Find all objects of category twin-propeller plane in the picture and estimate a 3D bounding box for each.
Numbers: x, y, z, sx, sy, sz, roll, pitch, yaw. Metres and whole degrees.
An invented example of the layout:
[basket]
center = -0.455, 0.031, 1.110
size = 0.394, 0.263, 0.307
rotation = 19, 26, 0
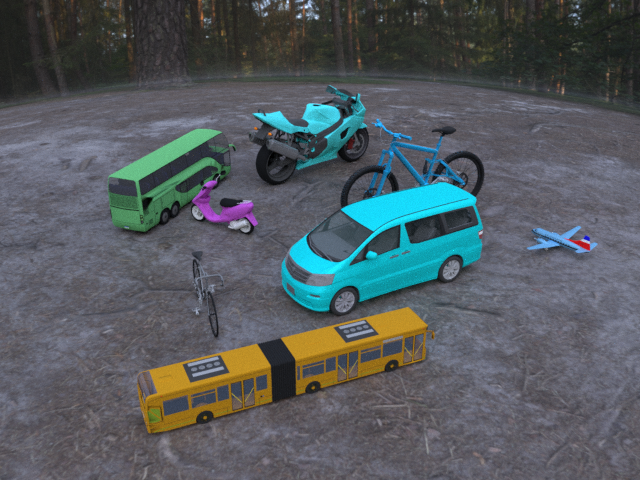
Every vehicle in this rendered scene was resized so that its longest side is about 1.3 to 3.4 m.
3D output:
[twin-propeller plane]
center = 3.833, -0.037, 11.173
size = 1.370, 0.407, 1.095
rotation = -18, 32, -33

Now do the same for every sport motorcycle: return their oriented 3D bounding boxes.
[sport motorcycle]
center = -0.108, -2.115, 14.073
size = 2.955, 1.596, 0.983
rotation = -20, 33, -35

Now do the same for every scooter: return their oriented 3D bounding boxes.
[scooter]
center = -1.650, -0.626, 11.796
size = 1.399, 0.919, 0.662
rotation = 15, 30, 28

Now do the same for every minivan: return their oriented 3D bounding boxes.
[minivan]
center = 0.903, 0.058, 10.079
size = 3.011, 1.197, 1.324
rotation = -14, 29, -27

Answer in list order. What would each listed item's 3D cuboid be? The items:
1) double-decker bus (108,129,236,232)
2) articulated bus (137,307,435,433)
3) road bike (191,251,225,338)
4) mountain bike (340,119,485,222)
[double-decker bus]
center = -2.619, -1.187, 12.792
size = 0.756, 1.052, 3.251
rotation = 10, 28, 19
[articulated bus]
center = -0.317, 1.435, 7.985
size = 3.401, 0.561, 0.605
rotation = -11, 28, -21
[road bike]
center = -1.537, 0.640, 9.280
size = 0.358, 0.852, 1.545
rotation = -9, 28, -18
[mountain bike]
center = 1.653, -1.174, 12.043
size = 2.857, 1.688, 1.114
rotation = -11, 28, -21
